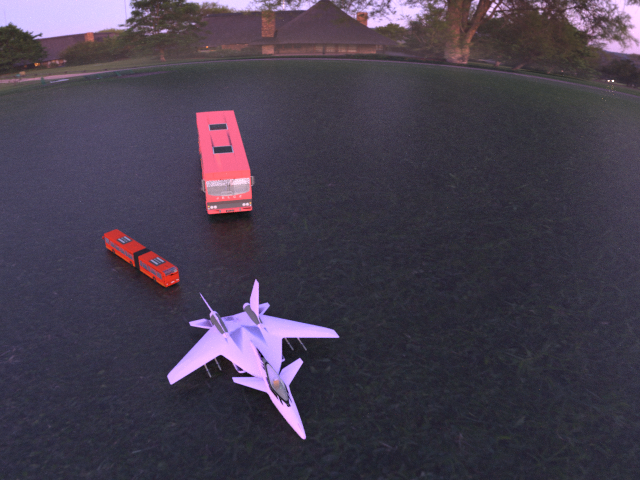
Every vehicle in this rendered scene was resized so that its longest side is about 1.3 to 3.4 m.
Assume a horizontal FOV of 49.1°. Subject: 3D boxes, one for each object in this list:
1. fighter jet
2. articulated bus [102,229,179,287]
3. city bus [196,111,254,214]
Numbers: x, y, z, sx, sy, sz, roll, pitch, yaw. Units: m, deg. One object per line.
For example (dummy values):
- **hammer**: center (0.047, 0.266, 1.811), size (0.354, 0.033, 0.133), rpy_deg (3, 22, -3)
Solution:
- **fighter jet**: center (-0.712, 1.423, 8.559), size (2.229, 0.557, 2.640), rpy_deg (-13, 32, -21)
- **articulated bus**: center (-2.805, 0.263, 10.911), size (1.749, 0.289, 0.311), rpy_deg (26, 38, 38)
- **city bus**: center (-1.894, -1.548, 13.531), size (0.926, 0.894, 3.255), rpy_deg (-6, 30, -10)
